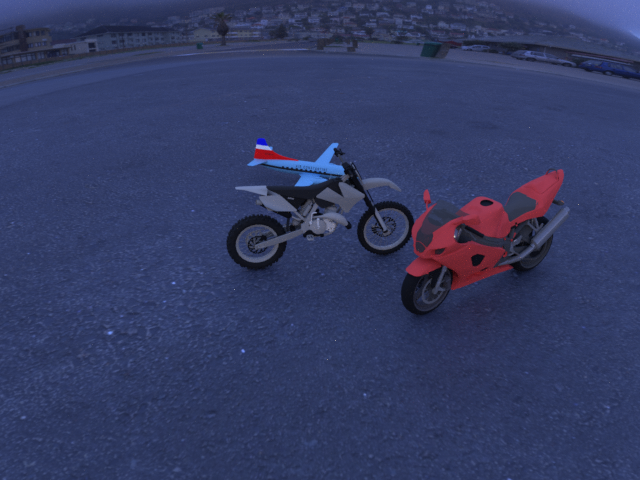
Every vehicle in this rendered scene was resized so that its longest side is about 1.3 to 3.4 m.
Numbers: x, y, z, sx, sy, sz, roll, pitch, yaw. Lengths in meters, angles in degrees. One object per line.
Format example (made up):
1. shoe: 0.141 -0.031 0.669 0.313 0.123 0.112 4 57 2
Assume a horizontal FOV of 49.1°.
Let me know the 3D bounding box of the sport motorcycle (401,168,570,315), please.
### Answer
1. sport motorcycle: 2.305 -0.003 9.775 2.955 1.596 0.983 -19 34 -30

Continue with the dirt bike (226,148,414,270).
1. dirt bike: 0.036 -0.405 10.434 2.903 1.666 1.024 -6 29 -10

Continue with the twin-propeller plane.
1. twin-propeller plane: -0.269 -1.452 13.245 2.129 0.792 2.663 9 30 16
